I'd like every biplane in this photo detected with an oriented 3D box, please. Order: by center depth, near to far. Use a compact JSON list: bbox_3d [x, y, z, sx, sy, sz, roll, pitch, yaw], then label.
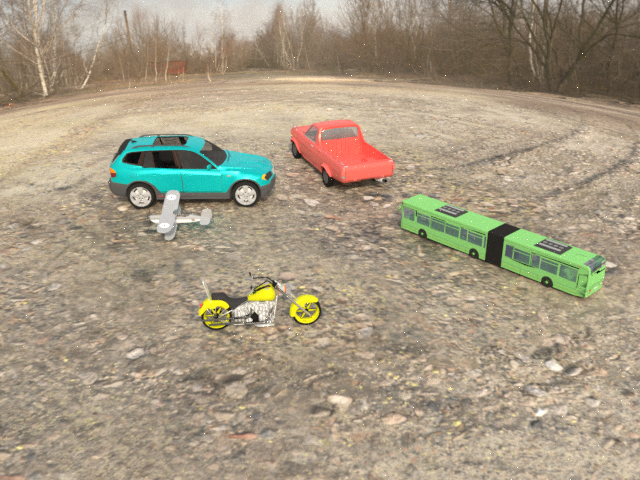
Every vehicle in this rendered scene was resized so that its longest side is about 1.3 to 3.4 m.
[{"bbox_3d":[-2.342,-0.358,11.646,1.090,0.504,1.336,-1,25,-2],"label":"biplane"}]

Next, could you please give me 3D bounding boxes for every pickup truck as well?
[{"bbox_3d":[0.371,-1.892,14.347,1.244,0.993,3.117,-9,27,-19],"label":"pickup truck"}]

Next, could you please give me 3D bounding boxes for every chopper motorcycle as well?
[{"bbox_3d":[-0.761,0.778,8.916,1.563,0.761,0.466,-4,25,-8],"label":"chopper motorcycle"}]

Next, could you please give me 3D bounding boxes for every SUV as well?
[{"bbox_3d":[-2.356,-1.331,12.988,3.058,1.128,1.276,-1,25,-2],"label":"SUV"}]

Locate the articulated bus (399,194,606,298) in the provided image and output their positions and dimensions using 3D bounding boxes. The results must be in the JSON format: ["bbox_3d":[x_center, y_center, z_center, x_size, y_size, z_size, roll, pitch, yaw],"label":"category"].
[{"bbox_3d":[2.658,0.016,10.780,0.605,0.561,3.401,-22,33,-38],"label":"articulated bus"}]
